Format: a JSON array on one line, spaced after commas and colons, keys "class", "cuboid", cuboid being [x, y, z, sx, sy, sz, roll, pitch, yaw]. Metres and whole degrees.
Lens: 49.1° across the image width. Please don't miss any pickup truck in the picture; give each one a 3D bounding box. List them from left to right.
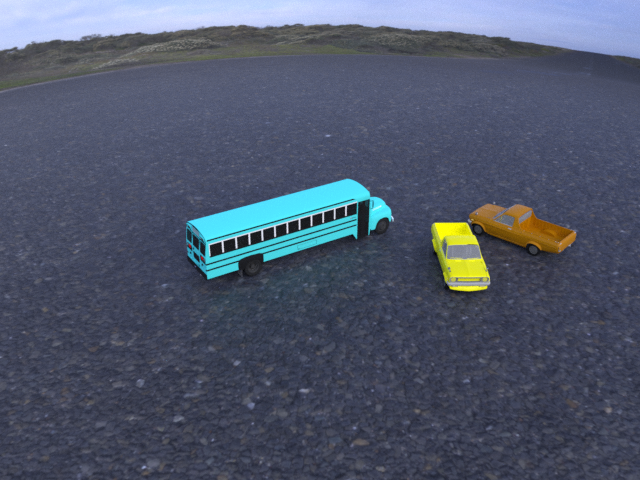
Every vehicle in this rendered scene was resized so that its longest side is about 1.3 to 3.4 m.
[{"class": "pickup truck", "cuboid": [2.008, 0.167, 10.117, 0.640, 0.511, 1.603, 0, 29, -1]}, {"class": "pickup truck", "cuboid": [3.103, -0.220, 10.822, 1.603, 0.511, 0.640, 24, 37, 37]}]

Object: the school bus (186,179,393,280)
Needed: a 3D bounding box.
[{"class": "school bus", "cuboid": [-0.340, -0.232, 10.497, 3.322, 0.844, 0.709, -17, 33, -28]}]
